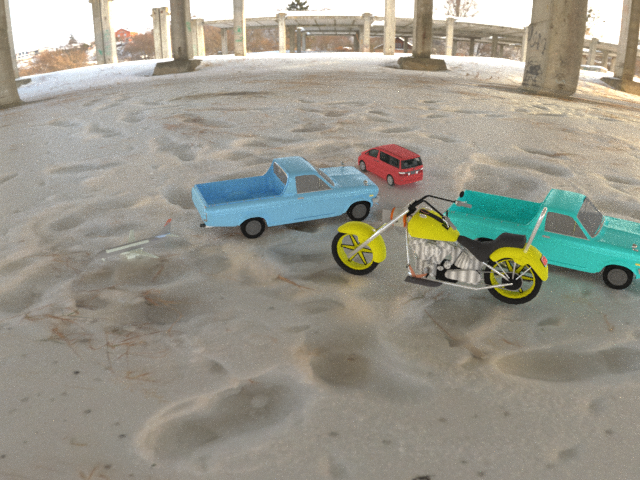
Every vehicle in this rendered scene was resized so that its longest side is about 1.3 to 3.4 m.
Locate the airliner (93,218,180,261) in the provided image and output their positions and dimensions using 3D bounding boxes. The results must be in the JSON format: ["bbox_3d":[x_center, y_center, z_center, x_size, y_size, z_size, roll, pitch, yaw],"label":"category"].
[{"bbox_3d":[-2.872,0.001,10.835,1.307,0.429,1.161,-16,30,-29],"label":"airliner"}]

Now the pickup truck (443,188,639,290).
[{"bbox_3d":[3.462,-0.202,10.609,3.117,0.993,1.244,13,29,25],"label":"pickup truck"}]

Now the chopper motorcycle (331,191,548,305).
[{"bbox_3d":[1.597,0.011,9.627,3.040,1.480,0.906,11,28,22],"label":"chopper motorcycle"}]

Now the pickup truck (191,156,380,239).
[{"bbox_3d":[-0.572,-0.821,11.866,3.117,0.993,1.244,-9,28,-18],"label":"pickup truck"}]

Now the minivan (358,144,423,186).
[{"bbox_3d":[1.361,-1.548,13.770,0.681,0.616,1.548,-15,30,-28],"label":"minivan"}]
